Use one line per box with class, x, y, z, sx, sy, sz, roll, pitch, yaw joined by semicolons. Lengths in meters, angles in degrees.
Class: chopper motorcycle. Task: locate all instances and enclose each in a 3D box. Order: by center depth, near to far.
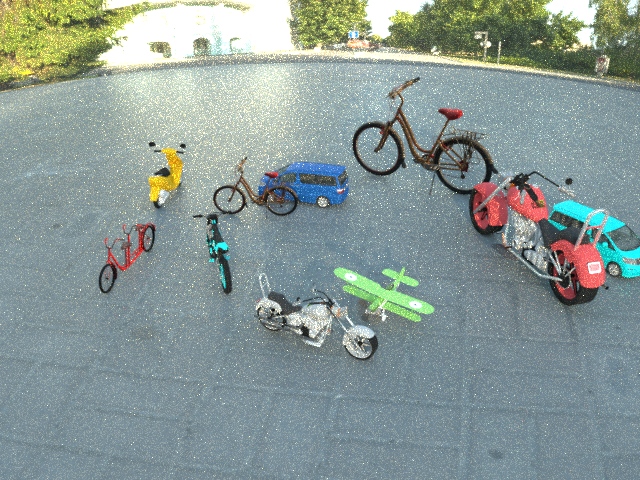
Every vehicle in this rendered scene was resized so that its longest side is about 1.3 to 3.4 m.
chopper motorcycle;-0.063;0.884;8.117;1.563;0.761;0.466;13;30;24
chopper motorcycle;2.896;-0.296;9.638;0.906;1.480;3.040;-7;28;-14

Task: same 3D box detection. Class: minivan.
minivan;4.002;-0.027;10.062;0.681;0.616;1.548;-17;32;-30
minivan;-0.295;-0.982;11.933;1.548;0.616;0.681;7;28;14

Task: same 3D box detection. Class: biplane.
biplane;0.854;0.679;8.800;1.336;0.504;1.090;14;30;26

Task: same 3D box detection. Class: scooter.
scooter;-2.623;-1.168;11.963;0.662;0.919;1.399;4;27;8

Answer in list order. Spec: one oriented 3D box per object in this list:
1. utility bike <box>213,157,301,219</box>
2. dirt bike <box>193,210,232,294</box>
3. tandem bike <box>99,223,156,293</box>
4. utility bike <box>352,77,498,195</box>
utility bike;-1.024;-0.794;11.200;1.435;0.946;0.535;1;27;3
dirt bike;-1.415;0.082;9.582;0.527;0.857;1.493;-8;28;-16
tandem bike;-2.661;0.111;9.717;0.283;0.682;1.642;6;28;12
utility bike;1.735;-1.752;12.096;2.791;1.839;1.039;16;31;28
